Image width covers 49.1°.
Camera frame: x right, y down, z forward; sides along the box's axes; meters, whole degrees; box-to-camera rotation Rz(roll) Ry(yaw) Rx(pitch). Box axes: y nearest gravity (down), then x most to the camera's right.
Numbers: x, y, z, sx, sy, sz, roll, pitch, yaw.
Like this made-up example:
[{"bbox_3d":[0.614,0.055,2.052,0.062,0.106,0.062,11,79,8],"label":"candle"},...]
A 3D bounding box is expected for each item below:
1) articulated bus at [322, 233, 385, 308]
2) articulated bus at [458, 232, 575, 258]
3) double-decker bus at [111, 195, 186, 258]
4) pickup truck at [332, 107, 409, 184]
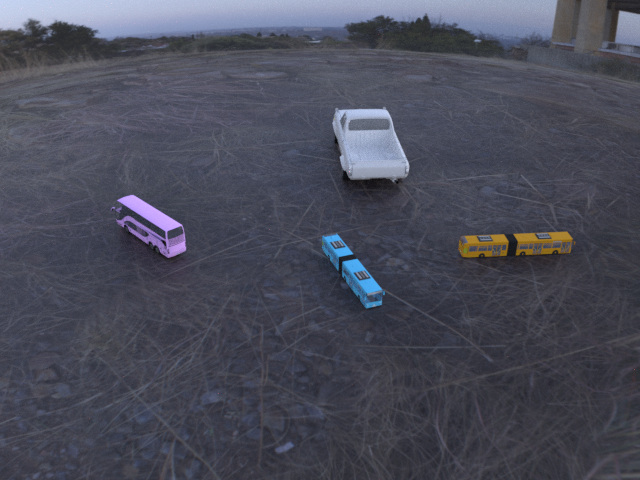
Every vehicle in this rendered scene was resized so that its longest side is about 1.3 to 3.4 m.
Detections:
[{"bbox_3d":[0.448,0.423,10.308,0.311,0.289,1.749,-11,31,-18],"label":"articulated bus"},{"bbox_3d":[3.056,0.074,10.917,1.749,0.289,0.311,-2,30,-4],"label":"articulated bus"},{"bbox_3d":[-2.756,-0.248,11.225,0.389,0.541,1.672,-25,38,-37],"label":"double-decker bus"},{"bbox_3d":[0.948,-2.001,13.829,1.244,0.993,3.117,-2,30,-3],"label":"pickup truck"}]
